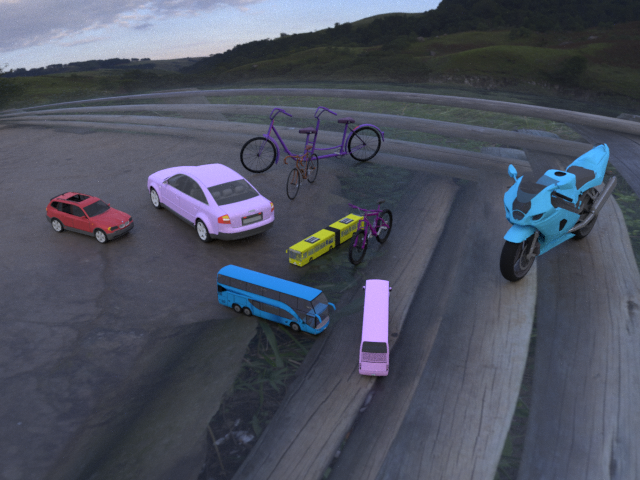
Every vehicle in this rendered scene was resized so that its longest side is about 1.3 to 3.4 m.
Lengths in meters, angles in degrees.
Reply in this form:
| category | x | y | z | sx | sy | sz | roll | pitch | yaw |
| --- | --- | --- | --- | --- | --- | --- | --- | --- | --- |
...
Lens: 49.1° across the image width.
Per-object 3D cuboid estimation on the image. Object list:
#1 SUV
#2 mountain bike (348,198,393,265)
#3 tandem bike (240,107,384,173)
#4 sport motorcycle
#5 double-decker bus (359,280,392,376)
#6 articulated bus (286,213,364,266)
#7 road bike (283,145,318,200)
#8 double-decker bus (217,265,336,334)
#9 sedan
| category | x | y | z | sx | sy | sz | roll | pitch | yaw |
| --- | --- | --- | --- | --- | --- | --- | --- | --- | --- |
| SUV | -3.884 | -0.417 | 11.767 | 1.572 | 0.580 | 0.656 | 12 | 28 | 24 |
| mountain bike | 0.812 | -0.200 | 10.966 | 0.573 | 0.868 | 1.469 | 14 | 28 | 27 |
| tandem bike | -0.117 | -2.146 | 14.576 | 3.192 | 1.326 | 0.550 | -8 | 26 | -17 |
| sport motorcycle | 3.612 | -0.469 | 10.683 | 0.983 | 1.596 | 2.955 | 22 | 33 | 38 |
| double-decker bus | 0.694 | 1.034 | 8.722 | 0.389 | 0.541 | 1.672 | 2 | 25 | 5 |
| articulated bus | 0.127 | -0.023 | 11.271 | 0.311 | 0.289 | 1.749 | 18 | 30 | 33 |
| road bike | -0.324 | -1.352 | 13.442 | 0.358 | 0.852 | 1.545 | 10 | 27 | 20 |
| double-decker bus | -0.614 | 0.787 | 9.248 | 1.672 | 0.541 | 0.389 | 14 | 29 | 27 |
| sedan | -1.996 | -0.834 | 12.234 | 1.235 | 0.940 | 3.137 | -18 | 31 | -33 |
